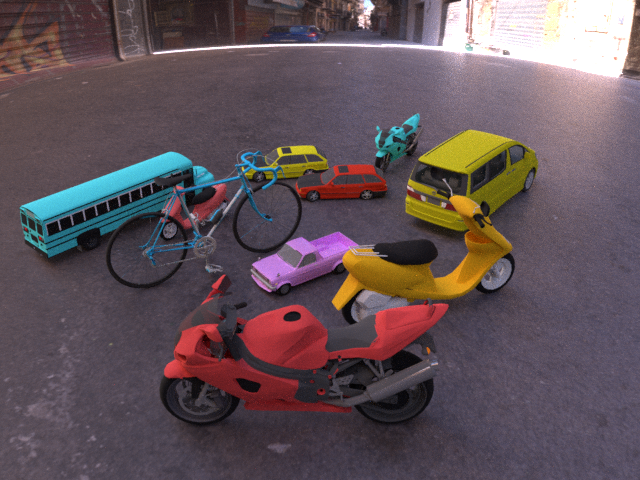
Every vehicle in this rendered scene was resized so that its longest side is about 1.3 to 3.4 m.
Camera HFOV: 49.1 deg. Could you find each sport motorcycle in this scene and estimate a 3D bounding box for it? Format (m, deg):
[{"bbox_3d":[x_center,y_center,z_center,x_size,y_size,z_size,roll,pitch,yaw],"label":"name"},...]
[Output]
[{"bbox_3d":[1.484,-1.855,13.371,0.506,0.821,1.520,20,36,30],"label":"sport motorcycle"},{"bbox_3d":[-0.211,1.267,7.223,2.955,1.596,0.983,-1,30,-1],"label":"sport motorcycle"}]

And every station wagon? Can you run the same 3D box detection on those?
[{"bbox_3d":[-0.655,-1.450,13.019,1.597,0.473,0.682,-5,31,-9],"label":"station wagon"},{"bbox_3d":[0.370,-1.034,12.302,1.597,0.473,0.682,-2,30,-4],"label":"station wagon"}]

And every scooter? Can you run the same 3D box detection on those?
[{"bbox_3d":[1.434,0.150,8.958,2.721,1.786,1.288,-12,32,-20],"label":"scooter"},{"bbox_3d":[-1.997,-0.600,11.112,0.662,0.919,1.399,26,39,37],"label":"scooter"}]

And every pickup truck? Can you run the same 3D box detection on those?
[{"bbox_3d":[-0.190,0.262,10.035,1.603,0.511,0.640,-19,35,-30],"label":"pickup truck"}]

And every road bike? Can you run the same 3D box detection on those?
[{"bbox_3d":[-1.563,-0.304,9.869,3.004,1.656,0.696,-17,34,-27],"label":"road bike"}]

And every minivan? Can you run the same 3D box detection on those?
[{"bbox_3d":[2.671,-1.179,11.833,1.324,1.197,3.011,22,36,32],"label":"minivan"}]

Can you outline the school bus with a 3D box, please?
[{"bbox_3d":[-3.102,-0.676,11.319,0.709,0.844,3.322,24,38,35],"label":"school bus"}]
